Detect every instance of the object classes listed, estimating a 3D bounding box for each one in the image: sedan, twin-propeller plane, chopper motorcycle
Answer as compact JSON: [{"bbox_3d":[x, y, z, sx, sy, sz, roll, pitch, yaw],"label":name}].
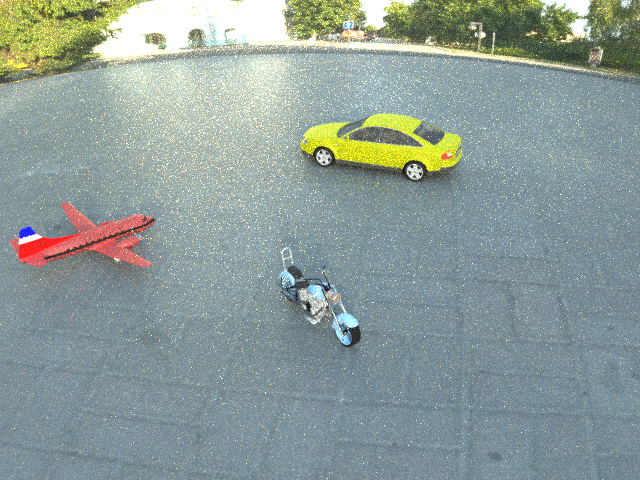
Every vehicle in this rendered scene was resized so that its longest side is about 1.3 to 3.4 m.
[{"bbox_3d":[1.132,-1.888,13.349,3.137,0.940,1.235,11,31,19],"label":"sedan"},{"bbox_3d":[-3.356,-0.107,10.243,2.129,0.792,2.663,-23,36,-36],"label":"twin-propeller plane"},{"bbox_3d":[-0.030,0.704,8.791,0.466,0.761,1.563,-20,34,-32],"label":"chopper motorcycle"}]
